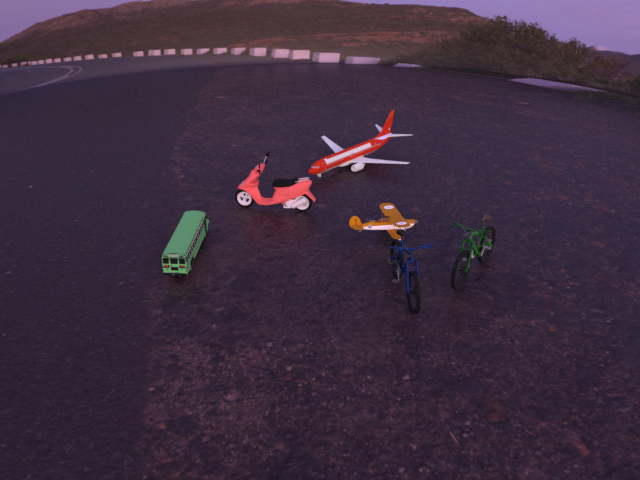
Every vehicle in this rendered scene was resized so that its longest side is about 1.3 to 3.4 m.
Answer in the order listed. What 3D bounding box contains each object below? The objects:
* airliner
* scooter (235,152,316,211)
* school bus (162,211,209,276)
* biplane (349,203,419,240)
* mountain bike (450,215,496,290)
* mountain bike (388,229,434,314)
[{"bbox_3d":[0.672,-1.885,13.710,2.257,0.835,2.541,24,36,38],"label":"airliner"},{"bbox_3d":[-0.768,-0.938,11.777,1.399,0.919,0.662,5,28,9],"label":"scooter"},{"bbox_3d":[-1.982,-0.006,10.496,0.365,0.434,1.708,1,27,3],"label":"school bus"},{"bbox_3d":[0.994,-0.255,10.903,1.090,0.504,1.336,-3,27,-6],"label":"biplane"},{"bbox_3d":[2.174,0.102,9.813,0.573,0.868,1.469,17,32,30],"label":"mountain bike"},{"bbox_3d":[1.136,0.335,9.361,0.573,0.868,1.469,-4,27,-7],"label":"mountain bike"}]
